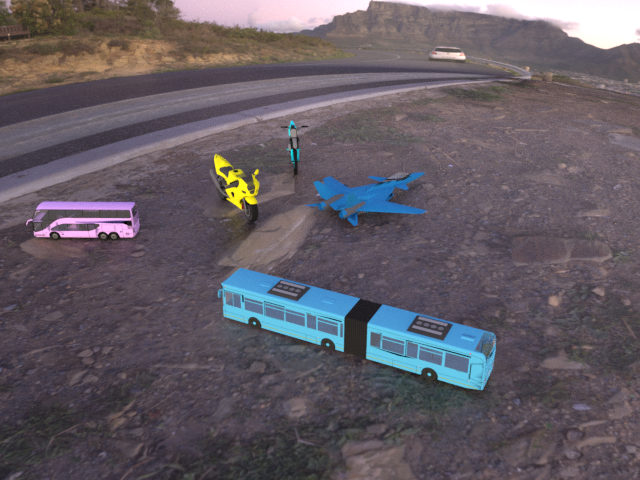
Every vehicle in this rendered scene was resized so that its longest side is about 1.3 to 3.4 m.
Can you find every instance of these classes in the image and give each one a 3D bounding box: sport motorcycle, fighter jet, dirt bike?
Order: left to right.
[{"bbox_3d":[-1.417,-0.887,11.793,0.506,0.821,1.520,-15,31,-27],"label":"sport motorcycle"},{"bbox_3d":[-0.505,-1.873,13.707,0.527,0.857,1.493,-2,27,-4],"label":"dirt bike"},{"bbox_3d":[1.059,-0.993,12.297,2.229,0.557,2.640,24,35,38],"label":"fighter jet"}]

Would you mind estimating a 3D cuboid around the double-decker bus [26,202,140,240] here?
[{"bbox_3d":[-3.694,-0.310,10.962,1.672,0.541,0.389,0,27,1],"label":"double-decker bus"}]

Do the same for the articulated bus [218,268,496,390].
[{"bbox_3d":[0.343,1.004,8.338,3.401,0.561,0.605,13,29,24],"label":"articulated bus"}]
